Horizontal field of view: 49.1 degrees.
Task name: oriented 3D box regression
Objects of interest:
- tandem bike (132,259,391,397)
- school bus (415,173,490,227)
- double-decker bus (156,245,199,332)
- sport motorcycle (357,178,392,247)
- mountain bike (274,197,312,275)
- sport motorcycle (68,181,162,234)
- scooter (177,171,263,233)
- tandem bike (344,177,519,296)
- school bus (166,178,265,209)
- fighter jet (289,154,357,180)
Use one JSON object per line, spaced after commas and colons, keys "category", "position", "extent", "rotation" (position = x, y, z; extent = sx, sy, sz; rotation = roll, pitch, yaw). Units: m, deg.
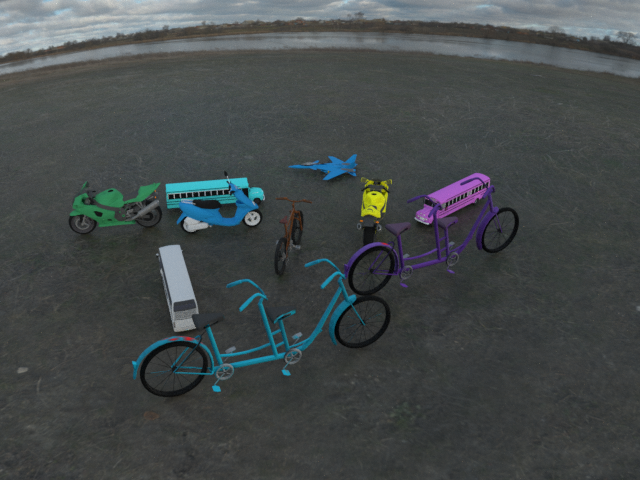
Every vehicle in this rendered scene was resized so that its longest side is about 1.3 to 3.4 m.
{"category": "tandem bike", "position": [-0.593, 1.008, 8.153], "extent": [3.192, 1.326, 0.550], "rotation": [-11, 31, -19]}
{"category": "school bus", "position": [2.298, -0.707, 12.113], "extent": [1.708, 0.434, 0.365], "rotation": [-25, 38, -37]}
{"category": "double-decker bus", "position": [-1.970, 0.612, 9.659], "extent": [0.389, 0.541, 1.672], "rotation": [-9, 31, -15]}
{"category": "sport motorcycle", "position": [0.855, -0.450, 11.261], "extent": [0.506, 0.821, 1.520], "rotation": [5, 30, 8]}
{"category": "mountain bike", "position": [-0.459, -0.110, 10.610], "extent": [0.573, 0.868, 1.469], "rotation": [7, 30, 12]}
{"category": "sport motorcycle", "position": [-3.331, -0.527, 11.398], "extent": [1.520, 0.821, 0.506], "rotation": [-7, 30, -12]}
{"category": "scooter", "position": [-1.638, -0.565, 11.366], "extent": [1.399, 0.919, 0.662], "rotation": [-6, 30, -11]}
{"category": "tandem bike", "position": [1.706, -0.087, 10.101], "extent": [3.192, 1.326, 0.550], "rotation": [-16, 33, -26]}
{"category": "school bus", "position": [-1.836, -0.814, 12.304], "extent": [1.708, 0.434, 0.365], "rotation": [-6, 30, -10]}
{"category": "fighter jet", "position": [0.048, -1.479, 13.637], "extent": [1.358, 0.286, 1.147], "rotation": [3, 29, 5]}
